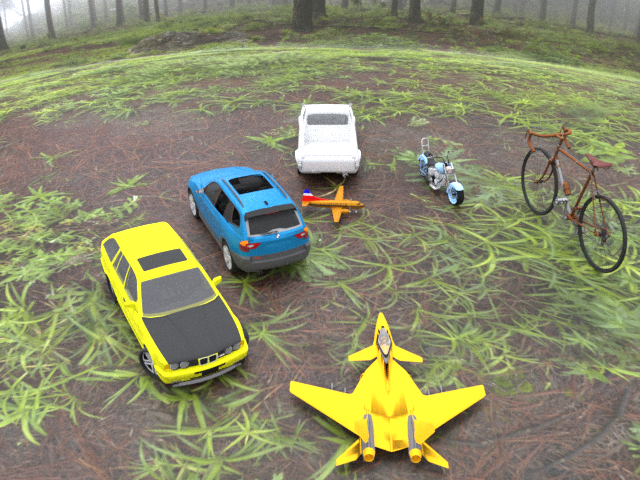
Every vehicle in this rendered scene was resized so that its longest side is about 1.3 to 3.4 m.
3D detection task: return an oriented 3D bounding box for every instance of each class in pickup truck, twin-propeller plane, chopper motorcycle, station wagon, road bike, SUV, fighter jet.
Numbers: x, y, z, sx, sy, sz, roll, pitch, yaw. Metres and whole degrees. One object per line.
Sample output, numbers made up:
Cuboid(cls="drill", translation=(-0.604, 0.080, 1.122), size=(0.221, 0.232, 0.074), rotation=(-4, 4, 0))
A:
Cuboid(cls="pickup truck", translation=(0.149, -2.123, 13.955), size=(1.244, 0.993, 3.117), rotation=(0, 30, 0))
Cuboid(cls="twin-propeller plane", translation=(0.232, -0.666, 12.020), size=(1.095, 0.407, 1.370), rotation=(3, 30, 4))
Cuboid(cls="chopper motorcycle", translation=(2.183, -1.245, 12.668), size=(0.466, 0.761, 1.563), rotation=(-10, 31, -17))
Cuboid(cls="station wagon", translation=(-2.003, 0.668, 9.200), size=(1.327, 0.920, 3.105), rotation=(-15, 33, -24))
Cuboid(cls="road bike", translation=(3.912, -0.752, 10.921), size=(0.697, 1.656, 3.004), rotation=(-7, 31, -12))
Cuboid(cls="SUV", translation=(-1.197, -0.551, 11.100), size=(1.276, 1.128, 3.058), rotation=(-13, 32, -21))
Cuboid(cls="fighter jet", translation=(0.775, 1.484, 8.151), size=(2.229, 0.557, 2.640), rotation=(1, 30, 2))
